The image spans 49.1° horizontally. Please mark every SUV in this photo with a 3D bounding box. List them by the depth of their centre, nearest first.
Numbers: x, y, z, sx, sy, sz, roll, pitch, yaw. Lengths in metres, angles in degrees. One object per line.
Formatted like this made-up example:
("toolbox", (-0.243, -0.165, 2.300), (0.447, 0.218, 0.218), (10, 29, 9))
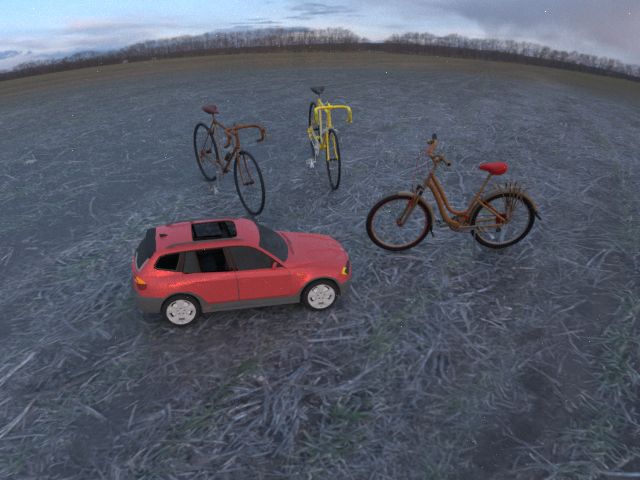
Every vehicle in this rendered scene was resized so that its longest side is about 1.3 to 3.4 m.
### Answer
("SUV", (-1.076, 0.312, 9.715), (3.058, 1.128, 1.276), (-5, 28, -11))

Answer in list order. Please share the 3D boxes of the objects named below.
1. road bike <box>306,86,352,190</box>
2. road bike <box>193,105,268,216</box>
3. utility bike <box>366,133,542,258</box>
("road bike", (0.065, -2.157, 13.951), (0.696, 1.656, 3.004), (-5, 28, -10))
("road bike", (-1.728, -1.567, 12.801), (0.696, 1.656, 3.004), (-16, 31, -28))
("utility bike", (2.111, -0.593, 10.702), (2.791, 1.839, 1.039), (-2, 27, -3))
